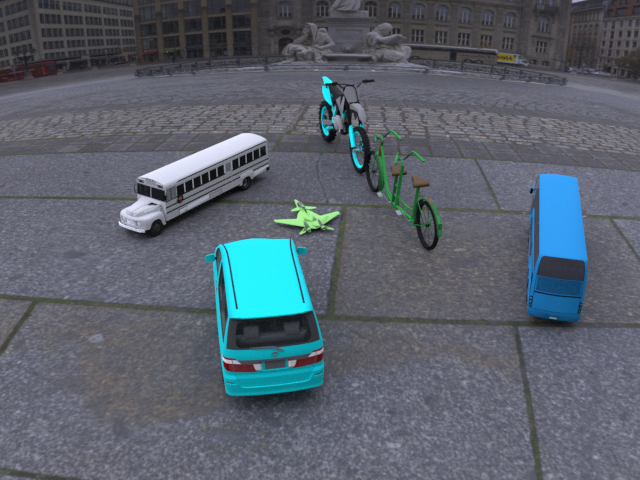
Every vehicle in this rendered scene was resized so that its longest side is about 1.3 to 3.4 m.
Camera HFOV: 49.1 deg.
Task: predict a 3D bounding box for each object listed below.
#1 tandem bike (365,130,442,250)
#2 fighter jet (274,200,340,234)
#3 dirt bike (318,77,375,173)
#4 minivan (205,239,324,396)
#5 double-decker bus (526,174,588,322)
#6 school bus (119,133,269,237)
[{"bbox_3d":[1.334,-0.967,11.716,0.550,1.326,3.192,-8,28,-15],"label":"tandem bike"},{"bbox_3d":[-0.249,-0.508,11.959,1.147,0.286,1.358,-8,28,-16],"label":"fighter jet"},{"bbox_3d":[0.490,-2.527,14.388,1.024,1.666,2.903,-8,28,-16],"label":"dirt bike"},{"bbox_3d":[-0.726,0.656,8.689,1.324,1.197,3.011,-5,27,-9],"label":"minivan"},{"bbox_3d":[3.419,-0.027,10.183,0.756,1.052,3.251,7,28,14],"label":"double-decker bus"},{"bbox_3d":[-2.160,-1.040,12.388,0.709,0.844,3.322,17,32,29],"label":"school bus"}]
